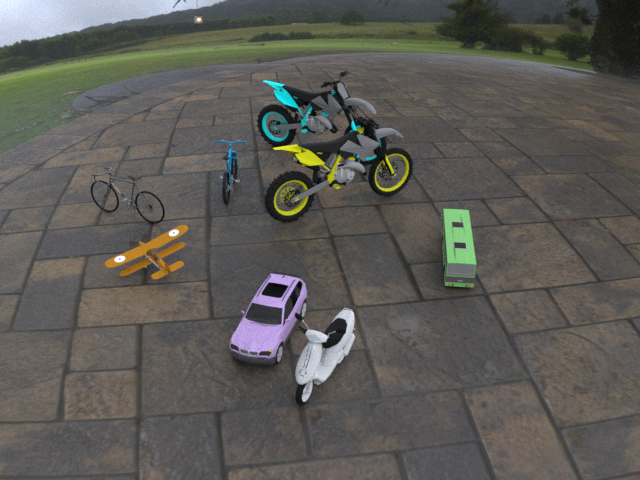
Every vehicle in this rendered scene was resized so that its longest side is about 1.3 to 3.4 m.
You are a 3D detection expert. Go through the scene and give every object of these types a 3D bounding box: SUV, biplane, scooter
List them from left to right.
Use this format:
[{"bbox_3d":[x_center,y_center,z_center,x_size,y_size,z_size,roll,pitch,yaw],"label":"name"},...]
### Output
[{"bbox_3d":[-2.460,0.274,10.337,1.336,0.504,1.090,-21,36,-31],"label":"biplane"},{"bbox_3d":[-0.641,0.975,9.063,0.656,0.580,1.572,9,31,15],"label":"SUV"},{"bbox_3d":[0.073,1.238,8.277,0.662,0.919,1.399,15,34,24],"label":"scooter"}]

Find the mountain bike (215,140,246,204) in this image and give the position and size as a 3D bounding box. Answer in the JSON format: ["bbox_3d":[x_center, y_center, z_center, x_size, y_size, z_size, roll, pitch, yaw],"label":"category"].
[{"bbox_3d":[-1.627,-1.280,12.636,0.573,0.868,1.469,1,30,2],"label":"mountain bike"}]

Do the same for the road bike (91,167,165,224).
[{"bbox_3d":[-3.259,-0.754,11.753,1.545,0.852,0.358,13,33,22],"label":"road bike"}]

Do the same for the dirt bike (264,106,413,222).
[{"bbox_3d":[0.376,-1.291,11.864,2.903,1.666,1.024,-15,34,-24],"label":"dirt bike"}]

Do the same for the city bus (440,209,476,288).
[{"bbox_3d":[2.091,0.117,10.651,0.476,0.460,1.674,3,30,6],"label":"city bus"}]

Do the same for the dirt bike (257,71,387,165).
[{"bbox_3d":[-0.002,-2.452,13.851,2.903,1.666,1.024,15,33,24],"label":"dirt bike"}]
